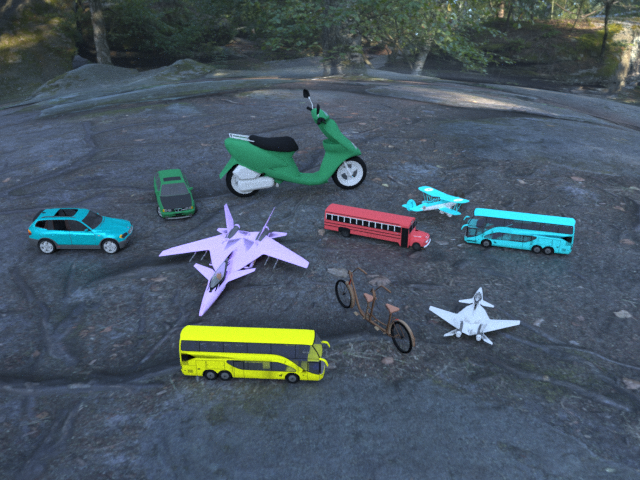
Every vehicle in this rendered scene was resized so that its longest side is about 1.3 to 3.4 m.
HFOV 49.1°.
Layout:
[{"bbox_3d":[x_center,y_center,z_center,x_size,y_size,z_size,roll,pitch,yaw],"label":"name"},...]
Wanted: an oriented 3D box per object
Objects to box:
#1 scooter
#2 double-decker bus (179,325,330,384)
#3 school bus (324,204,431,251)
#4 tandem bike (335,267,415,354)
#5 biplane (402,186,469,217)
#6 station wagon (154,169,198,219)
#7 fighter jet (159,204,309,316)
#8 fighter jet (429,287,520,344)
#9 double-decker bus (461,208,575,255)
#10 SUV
[{"bbox_3d":[-0.461,-1.672,12.560,2.721,1.786,1.288,-5,26,-10],"label":"scooter"},{"bbox_3d":[-0.731,1.279,7.877,1.672,0.541,0.389,2,26,3],"label":"double-decker bus"},{"bbox_3d":[0.908,-0.215,11.096,1.708,0.434,0.365,11,28,22],"label":"school bus"},{"bbox_3d":[0.648,0.814,8.678,0.283,0.682,1.642,-16,30,-29],"label":"tandem bike"},{"bbox_3d":[1.926,-0.612,11.838,1.090,0.504,1.336,-11,28,-22],"label":"biplane"},{"bbox_3d":[-2.591,-0.851,12.369,0.682,0.473,1.597,-7,27,-15],"label":"station wagon"},{"bbox_3d":[-1.304,0.246,10.000,2.229,0.557,2.640,4,26,9],"label":"fighter jet"},{"bbox_3d":[2.009,0.856,9.047,1.147,0.286,1.358,8,27,16],"label":"fighter jet"},{"bbox_3d":[3.045,-0.140,10.818,1.672,0.541,0.389,7,27,15],"label":"double-decker bus"},{"bbox_3d":[-3.699,-0.173,10.841,1.572,0.580,0.656,0,26,0],"label":"SUV"}]
